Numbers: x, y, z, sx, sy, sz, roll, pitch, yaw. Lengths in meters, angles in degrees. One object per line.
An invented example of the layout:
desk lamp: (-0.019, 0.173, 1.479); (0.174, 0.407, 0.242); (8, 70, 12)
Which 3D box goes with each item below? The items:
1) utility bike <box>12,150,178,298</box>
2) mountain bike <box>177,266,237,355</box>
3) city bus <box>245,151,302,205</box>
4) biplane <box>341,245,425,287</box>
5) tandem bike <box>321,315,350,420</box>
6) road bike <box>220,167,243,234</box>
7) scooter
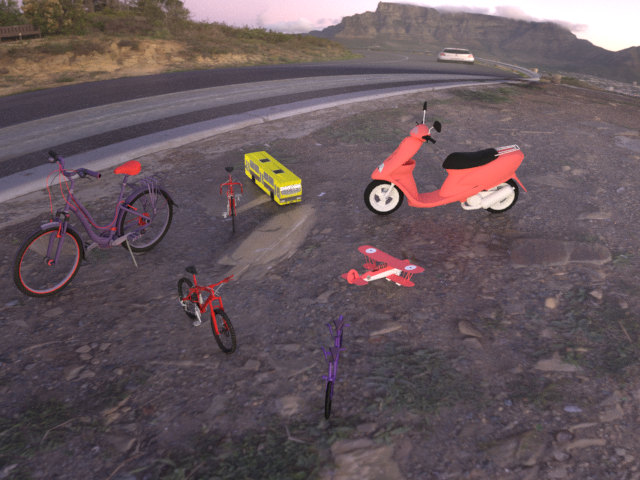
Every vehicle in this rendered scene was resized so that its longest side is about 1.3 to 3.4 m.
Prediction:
utility bike: (-2.978, -0.350, 9.669); (1.039, 1.839, 2.791); (19, 32, 33)
mountain bike: (-1.406, 0.776, 8.513); (0.573, 0.868, 1.469); (-18, 32, -31)
city bus: (-0.873, -1.129, 12.745); (0.476, 0.460, 1.674); (-13, 29, -24)
biplane: (0.819, 0.424, 9.617); (1.090, 0.504, 1.336); (-16, 31, -28)
tandem bike: (0.169, 1.263, 7.756); (0.283, 0.682, 1.642); (3, 27, 6)
road bike: (-1.457, -0.722, 11.503); (0.358, 0.852, 1.545); (-4, 27, -8)
scooter: (2.090, -1.247, 11.506); (2.721, 1.786, 1.288); (-1, 27, -2)
